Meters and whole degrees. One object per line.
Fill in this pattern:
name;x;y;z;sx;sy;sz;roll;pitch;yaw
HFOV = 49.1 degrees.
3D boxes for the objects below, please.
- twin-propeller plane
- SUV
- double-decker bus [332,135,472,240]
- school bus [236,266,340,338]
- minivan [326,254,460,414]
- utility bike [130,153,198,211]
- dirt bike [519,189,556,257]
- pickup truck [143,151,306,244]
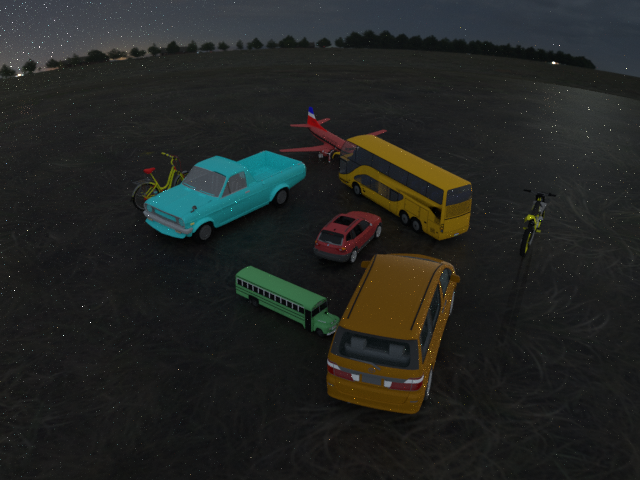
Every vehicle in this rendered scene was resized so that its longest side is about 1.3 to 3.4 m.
twin-propeller plane;0.230;-2.295;15.323;2.663;0.792;2.129;-15;31;-26
SUV;0.482;-0.145;11.497;0.656;0.580;1.572;14;31;25
double-decker bus;1.418;-1.047;12.694;0.756;1.052;3.251;-16;32;-28
school bus;-0.454;0.848;9.783;1.708;0.434;0.365;20;34;33
minivan;1.015;0.880;8.909;1.324;1.197;3.011;9;29;16
utility bike;-2.891;-1.097;12.901;1.435;0.946;0.535;-21;34;-34
dirt bike;3.544;-0.349;11.586;0.527;0.857;1.493;14;31;24
pickup truck;-1.639;-0.955;12.583;1.244;0.993;3.117;21;35;35
